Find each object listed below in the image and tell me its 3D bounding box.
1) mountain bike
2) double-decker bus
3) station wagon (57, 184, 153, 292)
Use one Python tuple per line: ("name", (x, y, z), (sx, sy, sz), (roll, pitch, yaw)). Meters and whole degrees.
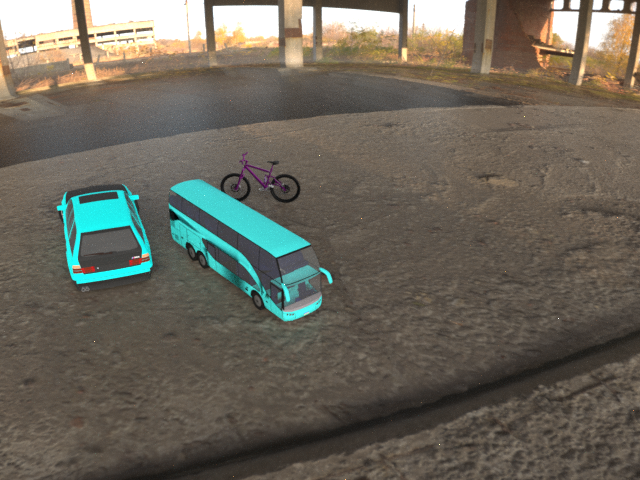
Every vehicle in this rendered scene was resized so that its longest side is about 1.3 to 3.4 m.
("mountain bike", (-1.086, -1.084, 12.679), (1.469, 0.868, 0.573), (1, 28, 3))
("double-decker bus", (-1.151, 0.097, 10.239), (0.756, 1.052, 3.251), (-21, 34, -34))
("station wagon", (-3.458, -0.296, 11.126), (1.327, 0.920, 3.105), (-10, 29, -18))
